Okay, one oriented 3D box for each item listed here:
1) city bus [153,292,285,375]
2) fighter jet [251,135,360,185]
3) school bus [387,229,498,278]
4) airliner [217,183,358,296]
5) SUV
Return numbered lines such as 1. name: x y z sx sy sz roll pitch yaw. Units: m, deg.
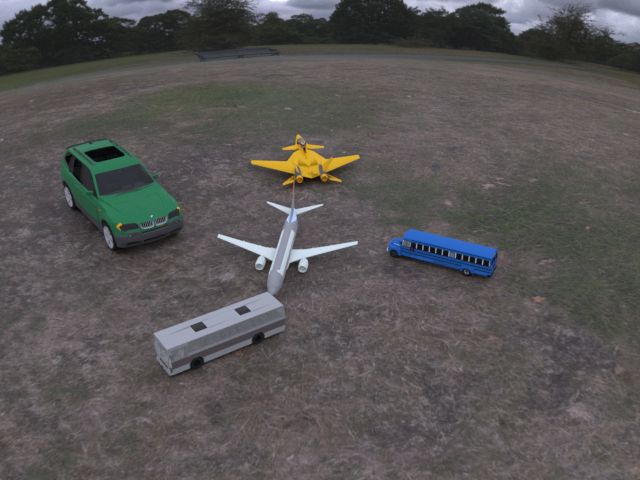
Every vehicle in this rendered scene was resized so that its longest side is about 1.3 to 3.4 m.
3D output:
1. city bus: -1.266 1.200 9.008 1.674 0.460 0.476 -19 34 -30
2. fighter jet: -0.321 -1.874 14.484 2.229 0.557 2.640 -4 29 -7
3. school bus: 1.873 0.184 10.877 1.708 0.434 0.365 14 32 24
4. airliner: -0.555 -0.039 10.866 2.257 0.835 2.541 3 29 5
5. SUV: -3.507 -0.882 12.092 1.276 1.128 3.058 -20 34 -31
